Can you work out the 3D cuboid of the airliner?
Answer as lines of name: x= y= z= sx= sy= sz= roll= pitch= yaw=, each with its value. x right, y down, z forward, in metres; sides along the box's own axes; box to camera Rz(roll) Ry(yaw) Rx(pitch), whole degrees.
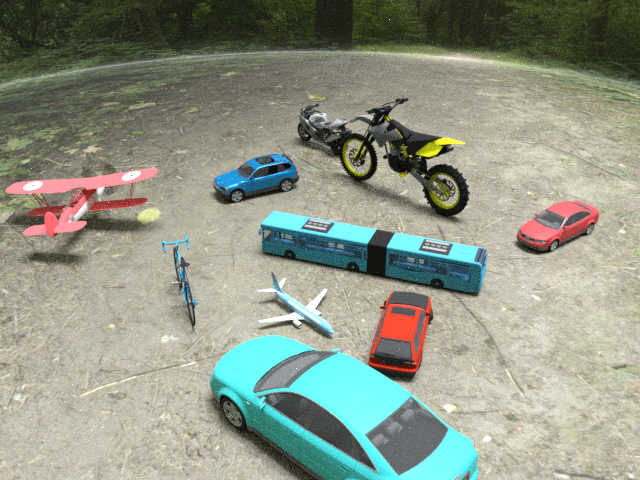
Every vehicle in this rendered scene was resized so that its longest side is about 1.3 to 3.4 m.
airliner: x=-0.254 y=0.845 z=9.279 sx=1.161 sy=0.429 sz=1.307 roll=-23 pitch=37 yaw=-35

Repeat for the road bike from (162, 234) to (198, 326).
road bike: x=-1.854 y=0.500 z=9.464 sx=0.358 sy=0.852 sz=1.545 roll=-10 pitch=31 yaw=-17

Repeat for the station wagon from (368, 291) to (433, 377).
station wagon: x=1.045 y=1.071 z=8.830 sx=0.682 sy=0.473 sz=1.597 roll=7 pitch=30 yaw=13

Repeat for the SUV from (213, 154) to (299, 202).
SUV: x=-1.155 y=-1.163 z=12.721 sx=1.572 sy=0.580 sz=0.656 roll=-14 pitch=32 yaw=-24

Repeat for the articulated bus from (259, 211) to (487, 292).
articulated bus: x=0.723 y=0.151 z=10.387 sx=3.401 sy=0.561 sz=0.605 roll=11 pitch=31 yaw=18

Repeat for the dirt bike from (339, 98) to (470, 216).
dirt bike: x=1.399 y=-1.512 z=12.233 sx=1.024 sy=1.666 sz=2.903 roll=-26 pitch=38 yaw=-38

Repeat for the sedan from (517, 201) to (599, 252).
sedan: x=3.836 y=-0.283 z=11.245 sx=1.613 sy=0.483 sz=0.635 roll=-20 pitch=35 yaw=-32

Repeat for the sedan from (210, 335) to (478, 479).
sedan: x=0.117 y=1.731 z=7.168 sx=3.137 sy=0.940 sz=1.235 roll=25 pitch=37 yaw=37

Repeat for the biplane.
biplane: x=-3.922 y=-0.568 z=11.244 sx=2.598 sy=0.981 sz=2.120 roll=3 pitch=29 yaw=5

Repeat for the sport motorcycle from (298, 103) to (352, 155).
sport motorcycle: x=0.045 y=-2.305 z=14.521 sx=0.506 sy=0.821 sz=1.520 roll=-24 pitch=37 yaw=-36
